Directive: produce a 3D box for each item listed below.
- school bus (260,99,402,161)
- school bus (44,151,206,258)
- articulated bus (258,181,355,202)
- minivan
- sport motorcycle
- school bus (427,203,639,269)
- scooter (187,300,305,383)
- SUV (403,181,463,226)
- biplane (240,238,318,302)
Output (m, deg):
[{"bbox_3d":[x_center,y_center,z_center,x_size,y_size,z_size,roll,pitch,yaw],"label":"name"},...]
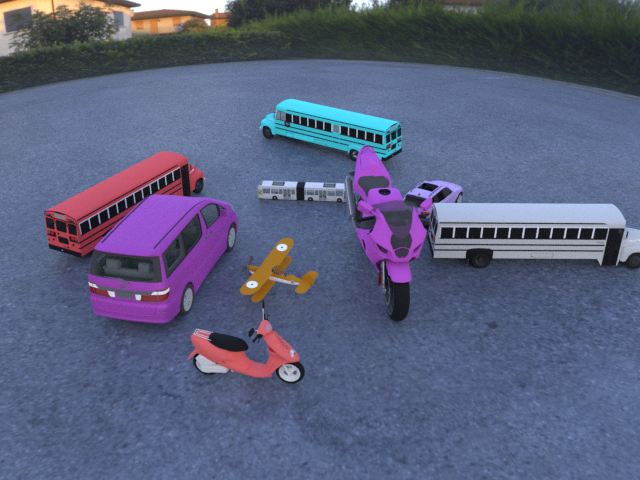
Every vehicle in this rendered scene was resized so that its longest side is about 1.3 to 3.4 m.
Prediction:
[{"bbox_3d":[0.138,-2.362,14.847,3.322,0.844,0.709,19,33,31],"label":"school bus"},{"bbox_3d":[-3.126,-0.727,11.809,0.709,0.844,3.322,13,31,23],"label":"school bus"},{"bbox_3d":[-0.244,-0.882,12.683,1.749,0.289,0.311,2,28,5],"label":"articulated bus"},{"bbox_3d":[-2.134,0.013,10.062,1.324,1.197,3.011,6,29,11],"label":"minivan"},{"bbox_3d":[0.883,-0.176,9.991,0.983,1.596,2.955,-3,28,-6],"label":"sport motorcycle"},{"bbox_3d":[3.345,-0.091,10.626,3.322,0.844,0.709,0,28,1],"label":"school bus"},{"bbox_3d":[-0.867,1.232,8.088,1.399,0.919,0.662,4,29,8],"label":"scooter"},{"bbox_3d":[1.931,-0.728,12.089,0.656,0.580,1.572,17,33,29],"label":"SUV"},{"bbox_3d":[-0.586,0.514,9.860,1.090,0.504,1.336,12,31,22],"label":"biplane"}]
